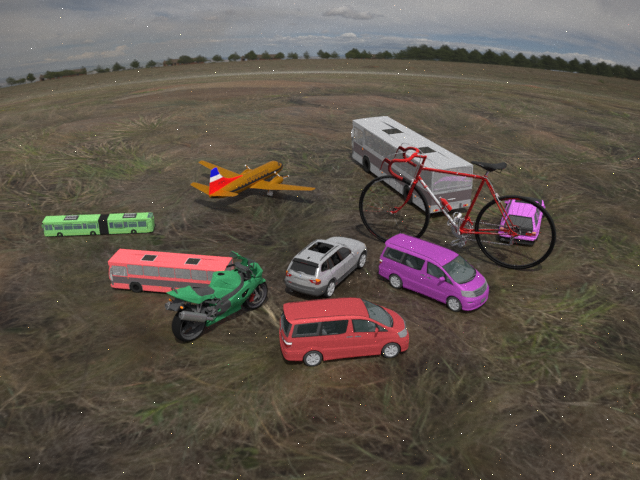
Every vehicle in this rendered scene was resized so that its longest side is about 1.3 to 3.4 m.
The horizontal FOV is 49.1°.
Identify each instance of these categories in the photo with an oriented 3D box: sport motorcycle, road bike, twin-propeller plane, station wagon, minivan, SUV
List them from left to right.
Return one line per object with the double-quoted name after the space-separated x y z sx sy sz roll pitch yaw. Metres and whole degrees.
-1.252 0.706 8.815 1.520 0.821 0.506 -24 35 -39 "sport motorcycle"
-1.316 -1.189 12.745 2.663 0.792 2.129 16 30 30 "twin-propeller plane"
0.110 0.281 9.964 0.656 0.580 1.572 14 29 26 "SUV"
0.296 1.045 8.353 1.548 0.616 0.681 -5 26 -9 "minivan"
1.567 0.430 9.618 1.548 0.616 0.681 21 33 36 "minivan"
1.969 -0.498 10.338 3.004 1.656 0.697 12 28 23 "road bike"
3.352 -0.432 11.554 0.682 0.473 1.597 9 27 19 "station wagon"

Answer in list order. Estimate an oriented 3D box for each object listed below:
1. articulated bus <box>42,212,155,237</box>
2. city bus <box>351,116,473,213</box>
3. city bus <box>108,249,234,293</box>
-3.602 -0.255 11.400 1.749 0.289 0.311 -2 26 -5 "articulated bus"
1.620 -1.448 13.161 0.926 0.894 3.255 -10 28 -20 "city bus"
-2.052 0.473 9.707 1.674 0.460 0.476 4 26 9 "city bus"
